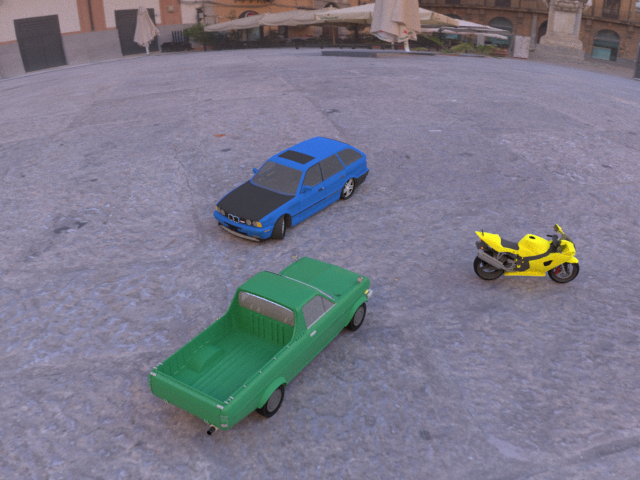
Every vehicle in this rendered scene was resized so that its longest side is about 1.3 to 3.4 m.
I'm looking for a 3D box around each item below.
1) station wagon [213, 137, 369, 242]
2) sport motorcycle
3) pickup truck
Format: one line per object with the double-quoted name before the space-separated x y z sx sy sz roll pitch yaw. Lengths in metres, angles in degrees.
"station wagon" -0.441 -0.983 11.958 1.327 0.920 3.105 21 36 32
"sport motorcycle" 2.933 0.230 9.934 1.520 0.821 0.506 3 30 5
"pickup truck" -0.579 1.036 8.348 1.244 0.993 3.117 18 34 28
